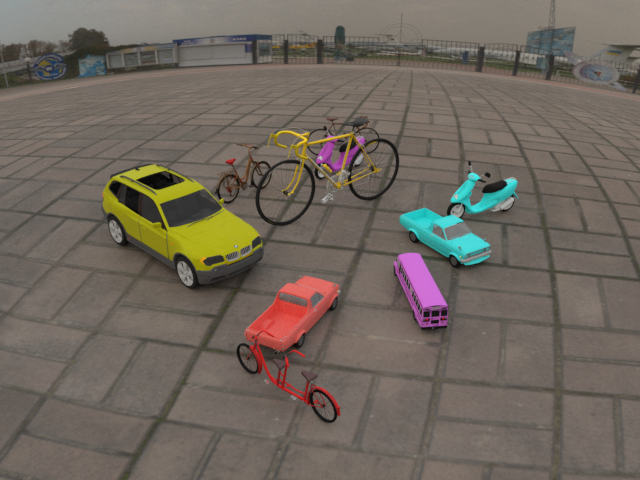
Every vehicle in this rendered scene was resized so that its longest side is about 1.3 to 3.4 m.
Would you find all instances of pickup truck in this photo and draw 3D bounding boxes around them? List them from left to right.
[{"bbox_3d":[-0.323,0.894,9.075,0.640,0.511,1.603,13,30,24],"label":"pickup truck"},{"bbox_3d":[1.949,-0.114,11.019,0.640,0.511,1.603,-16,32,-29],"label":"pickup truck"}]

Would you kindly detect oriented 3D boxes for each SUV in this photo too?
[{"bbox_3d":[-2.188,-0.326,10.758,1.276,1.128,3.058,-25,36,-39],"label":"SUV"}]

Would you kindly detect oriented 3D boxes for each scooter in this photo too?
[{"bbox_3d":[0.412,-1.767,13.764,1.399,0.919,0.662,-23,35,-38],"label":"scooter"},{"bbox_3d":[2.813,-0.843,11.982,1.399,0.919,0.662,-10,29,-19],"label":"scooter"}]

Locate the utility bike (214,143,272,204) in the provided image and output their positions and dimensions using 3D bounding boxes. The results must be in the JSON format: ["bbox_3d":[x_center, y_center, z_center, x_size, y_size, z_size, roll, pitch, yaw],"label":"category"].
[{"bbox_3d":[-1.430,-1.254,12.746,0.535,0.946,1.435,21,34,35],"label":"utility bike"}]

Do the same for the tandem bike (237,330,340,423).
[{"bbox_3d":[-0.392,1.468,7.782,1.642,0.682,0.283,23,35,37],"label":"tandem bike"}]

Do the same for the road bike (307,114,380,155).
[{"bbox_3d":[0.488,-2.177,14.627,1.545,0.852,0.358,-2,27,-4],"label":"road bike"}]

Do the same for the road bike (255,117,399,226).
[{"bbox_3d":[0.201,-1.236,11.939,3.004,1.656,0.696,-17,32,-30],"label":"road bike"}]

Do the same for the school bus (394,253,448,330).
[{"bbox_3d":[1.356,0.637,9.655,0.365,0.434,1.708,-3,28,-7],"label":"school bus"}]
